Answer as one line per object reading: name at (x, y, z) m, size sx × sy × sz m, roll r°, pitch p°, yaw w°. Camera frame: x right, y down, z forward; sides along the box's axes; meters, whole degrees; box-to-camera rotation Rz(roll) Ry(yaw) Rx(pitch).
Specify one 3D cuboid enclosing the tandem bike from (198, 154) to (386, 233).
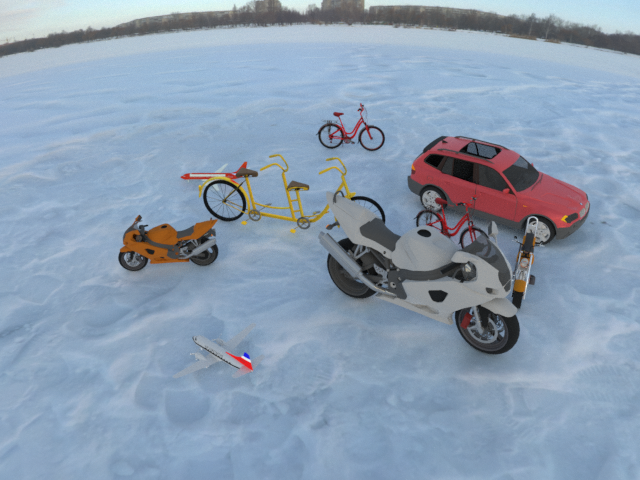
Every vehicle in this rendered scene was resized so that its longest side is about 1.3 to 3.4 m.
tandem bike at (-0.500, -0.747, 11.351) m, size 3.192 × 1.326 × 0.550 m, roll 8°, pitch 32°, yaw 13°

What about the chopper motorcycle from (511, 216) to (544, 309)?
chopper motorcycle at (2.961, 0.311, 10.128) m, size 0.466 × 0.761 × 1.563 m, roll 11°, pitch 32°, yaw 17°

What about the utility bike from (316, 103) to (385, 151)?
utility bike at (0.628, -2.318, 14.357) m, size 1.435 × 0.946 × 0.535 m, roll 5°, pitch 31°, yaw 8°

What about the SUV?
SUV at (2.998, -0.944, 11.874) m, size 3.058 × 1.128 × 1.276 m, roll 20°, pitch 36°, yaw 29°

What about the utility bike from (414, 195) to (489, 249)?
utility bike at (2.098, -0.293, 10.959) m, size 1.435 × 0.946 × 0.535 m, roll 25°, pitch 39°, yaw 35°

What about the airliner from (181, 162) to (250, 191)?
airliner at (-1.977, -1.278, 13.116) m, size 1.307 × 0.429 × 1.161 m, roll 1°, pitch 31°, yaw 1°

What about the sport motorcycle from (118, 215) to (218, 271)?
sport motorcycle at (-2.267, 0.064, 10.483) m, size 1.520 × 0.821 × 0.506 m, roll -5°, pitch 31°, yaw -8°

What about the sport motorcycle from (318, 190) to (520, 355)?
sport motorcycle at (1.264, 0.401, 9.162) m, size 2.955 × 1.596 × 0.983 m, roll 22°, pitch 37°, yaw 32°

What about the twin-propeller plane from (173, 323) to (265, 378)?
twin-propeller plane at (-1.223, 1.372, 8.694) m, size 1.095 × 0.407 × 1.370 m, roll 23°, pitch 38°, yaw 34°
